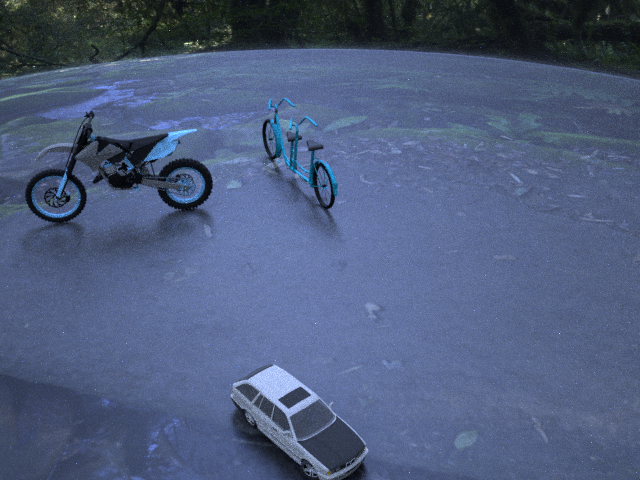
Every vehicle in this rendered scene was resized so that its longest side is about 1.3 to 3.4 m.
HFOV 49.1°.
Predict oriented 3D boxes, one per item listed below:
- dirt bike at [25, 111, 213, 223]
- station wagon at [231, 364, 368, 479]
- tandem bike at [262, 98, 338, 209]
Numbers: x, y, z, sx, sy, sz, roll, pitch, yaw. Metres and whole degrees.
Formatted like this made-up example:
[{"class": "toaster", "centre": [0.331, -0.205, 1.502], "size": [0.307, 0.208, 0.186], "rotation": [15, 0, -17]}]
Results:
[{"class": "dirt bike", "centre": [-3.167, -1.116, 11.007], "size": [2.903, 1.666, 1.024], "rotation": [-7, 30, -12]}, {"class": "station wagon", "centre": [-0.227, 1.772, 7.021], "size": [0.682, 0.473, 1.597], "rotation": [-23, 37, -36]}, {"class": "tandem bike", "centre": [-0.426, -1.627, 12.283], "size": [0.550, 1.326, 3.192], "rotation": [-13, 31, -22]}]
